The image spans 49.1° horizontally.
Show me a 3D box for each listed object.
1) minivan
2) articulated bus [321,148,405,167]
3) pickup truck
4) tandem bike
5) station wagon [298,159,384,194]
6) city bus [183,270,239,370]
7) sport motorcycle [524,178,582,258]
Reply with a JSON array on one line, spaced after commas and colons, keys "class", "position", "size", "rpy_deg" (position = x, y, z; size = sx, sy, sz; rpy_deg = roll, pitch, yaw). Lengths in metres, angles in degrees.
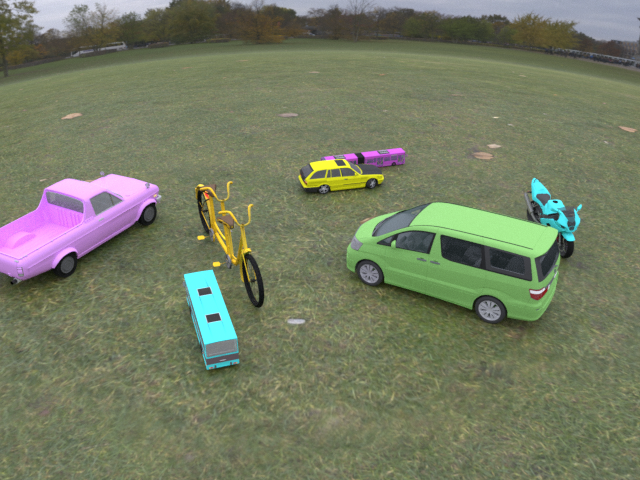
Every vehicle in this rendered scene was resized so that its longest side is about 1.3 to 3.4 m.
[{"class": "minivan", "position": [1.843, 0.166, 10.036], "size": [3.011, 1.197, 1.324], "rpy_deg": [16, 33, 26]}, {"class": "articulated bus", "position": [0.878, -1.592, 14.042], "size": [1.749, 0.289, 0.311], "rpy_deg": [-8, 31, -14]}, {"class": "pickup truck", "position": [-3.934, -0.348, 11.144], "size": [1.244, 0.993, 3.117], "rpy_deg": [15, 33, 24]}, {"class": "tandem bike", "position": [-1.427, -0.210, 10.567], "size": [0.550, 1.326, 3.192], "rpy_deg": [-13, 32, -21]}, {"class": "station wagon", "position": [0.414, -1.252, 13.259], "size": [1.597, 0.473, 0.682], "rpy_deg": [-7, 30, -12]}, {"class": "city bus", "position": [-1.451, 1.034, 9.255], "size": [0.476, 0.460, 1.674], "rpy_deg": [-9, 31, -16]}, {"class": "sport motorcycle", "position": [3.748, -0.363, 11.345], "size": [0.506, 0.821, 1.520], "rpy_deg": [-5, 30, -9]}]
